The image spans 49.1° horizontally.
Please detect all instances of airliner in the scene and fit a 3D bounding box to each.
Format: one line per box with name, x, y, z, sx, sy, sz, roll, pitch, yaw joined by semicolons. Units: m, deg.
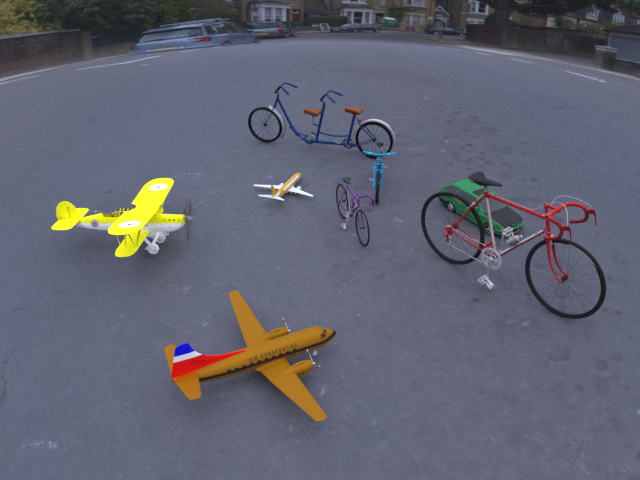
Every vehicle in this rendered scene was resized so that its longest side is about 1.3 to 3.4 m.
airliner;-0.607;-1.038;12.601;1.161;0.429;1.307;12;33;19

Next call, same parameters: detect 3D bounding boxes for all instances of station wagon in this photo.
station wagon;2.722;-0.591;11.809;0.682;0.473;1.597;-18;35;-27

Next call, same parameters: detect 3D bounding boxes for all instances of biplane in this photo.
biplane;-3.007;-0.319;10.858;2.120;0.981;2.598;1;31;1

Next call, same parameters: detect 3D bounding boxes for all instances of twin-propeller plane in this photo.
twin-propeller plane;-0.742;1.295;8.336;2.129;0.792;2.663;-15;34;-23

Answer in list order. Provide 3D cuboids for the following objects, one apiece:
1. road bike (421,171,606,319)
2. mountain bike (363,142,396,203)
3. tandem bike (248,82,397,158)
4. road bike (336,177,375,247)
road bike;2.598;-0.041;9.732;0.696;1.656;3.004;-26;39;-36
mountain bike;1.056;-1.290;12.595;0.573;0.868;1.469;3;31;5
tandem bike;-0.002;-2.401;14.011;3.192;1.326;0.550;10;32;17
road bike;0.520;-0.530;11.336;0.358;0.852;1.545;-9;32;-15
